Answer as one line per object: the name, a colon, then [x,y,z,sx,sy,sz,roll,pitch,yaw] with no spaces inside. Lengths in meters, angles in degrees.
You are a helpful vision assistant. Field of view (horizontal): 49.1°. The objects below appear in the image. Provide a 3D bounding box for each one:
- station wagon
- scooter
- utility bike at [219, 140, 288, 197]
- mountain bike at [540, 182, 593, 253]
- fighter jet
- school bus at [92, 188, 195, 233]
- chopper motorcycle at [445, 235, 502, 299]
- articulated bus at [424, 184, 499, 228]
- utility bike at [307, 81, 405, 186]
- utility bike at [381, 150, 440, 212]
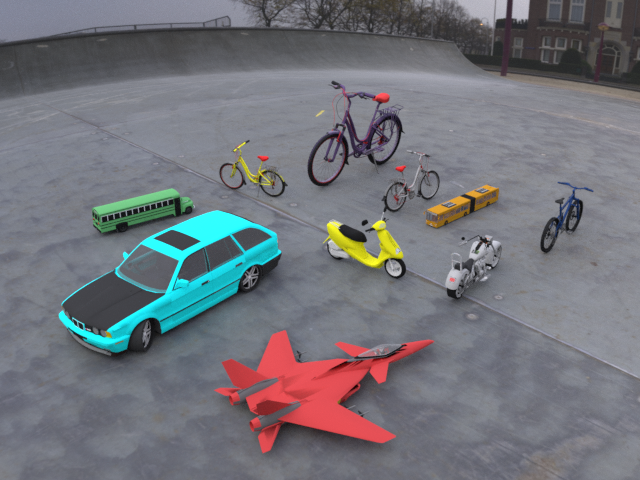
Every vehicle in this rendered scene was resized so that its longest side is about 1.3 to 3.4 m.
station wagon: [-1.910,0.420,9.279,1.327,0.920,3.105,19,32,34]
scooter: [0.642,-0.006,10.143,1.399,0.919,0.662,17,31,31]
utility bike: [-1.249,-1.258,12.649,1.435,0.946,0.535,12,29,23]
mountain bike: [3.816,-0.368,10.935,0.573,0.868,1.469,21,33,36]
fighter jet: [0.260,1.375,7.755,2.640,0.557,2.229,-16,30,-28]
school bus: [-2.920,-0.509,11.709,1.708,0.434,0.365,-18,32,-32]
chopper motorcycle: [2.187,0.264,9.774,0.466,0.761,1.563,18,31,32]
articulated bus: [2.466,-0.598,12.053,1.749,0.289,0.311,-22,34,-37]
utility bike: [0.833,-2.086,13.317,1.039,1.839,2.791,23,34,39]
utility bike: [1.575,-1.060,12.248,1.435,0.946,0.535,-20,33,-35]
